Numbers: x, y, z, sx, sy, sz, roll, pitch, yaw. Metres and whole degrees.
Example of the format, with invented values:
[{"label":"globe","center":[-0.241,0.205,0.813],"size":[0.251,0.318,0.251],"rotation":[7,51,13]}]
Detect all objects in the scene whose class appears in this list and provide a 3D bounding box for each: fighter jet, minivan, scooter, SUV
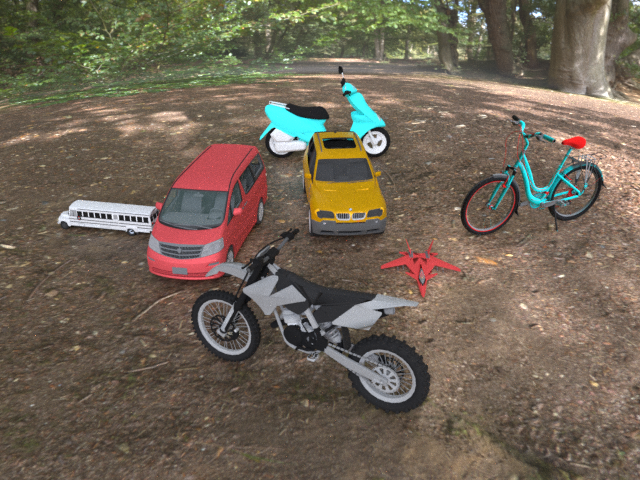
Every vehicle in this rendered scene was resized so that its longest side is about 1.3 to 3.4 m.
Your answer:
[{"label":"fighter jet","center":[1.447,0.399,10.010],"size":[1.147,0.286,1.358],"rotation":[2,26,4]},{"label":"minivan","center":[-1.673,-0.502,10.823],"size":[1.324,1.197,3.011],"rotation":[4,26,9]},{"label":"scooter","center":[0.114,-2.549,14.366],"size":[2.721,1.786,1.288],"rotation":[0,26,-1]},{"label":"SUV","center":[0.355,-1.041,12.012],"size":[1.276,1.128,3.058],"rotation":[-2,26,-4]}]

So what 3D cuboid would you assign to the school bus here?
[{"label":"school bus","center":[-3.470,-0.374,11.433],"size":[1.708,0.434,0.365],"rotation":[5,26,11]}]

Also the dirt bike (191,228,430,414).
[{"label":"dirt bike","center":[-0.199,0.862,7.477],"size":[2.903,1.666,1.024],"rotation":[12,28,23]}]

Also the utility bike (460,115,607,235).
[{"label":"utility bike","center":[3.538,-0.982,11.076],"size":[2.791,1.839,1.039],"rotation":[-9,27,-19]}]
